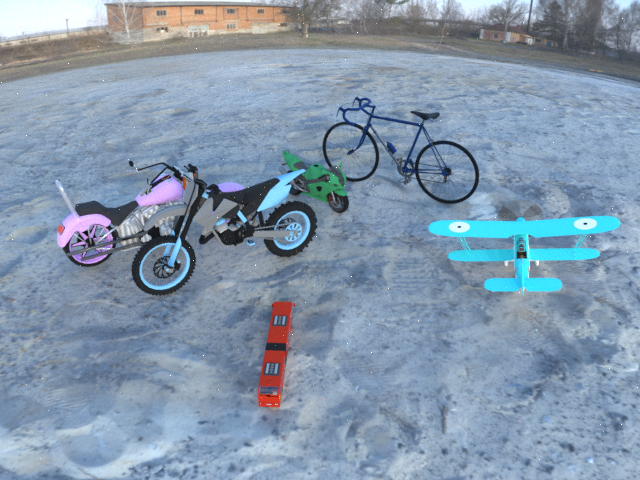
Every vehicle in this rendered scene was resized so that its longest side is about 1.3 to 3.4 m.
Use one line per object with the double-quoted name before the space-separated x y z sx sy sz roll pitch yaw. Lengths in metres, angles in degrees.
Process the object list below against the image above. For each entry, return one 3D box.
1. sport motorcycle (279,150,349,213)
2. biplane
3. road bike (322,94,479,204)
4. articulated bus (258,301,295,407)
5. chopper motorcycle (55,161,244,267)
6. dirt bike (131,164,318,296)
"sport motorcycle" -0.092 -1.016 12.114 1.520 0.821 0.506 24 38 35
"biplane" 2.796 0.186 9.869 2.598 0.981 2.120 7 31 11
"road bike" 1.362 -1.595 12.282 3.004 1.656 0.697 16 33 25
"articulated bus" -0.525 1.345 8.552 0.311 0.289 1.749 1 30 2
"chopper motorcycle" -2.465 -0.535 10.620 3.040 1.480 0.906 -18 34 -28
"dirt bike" -1.288 -0.221 9.889 2.903 1.666 1.024 -17 34 -27
